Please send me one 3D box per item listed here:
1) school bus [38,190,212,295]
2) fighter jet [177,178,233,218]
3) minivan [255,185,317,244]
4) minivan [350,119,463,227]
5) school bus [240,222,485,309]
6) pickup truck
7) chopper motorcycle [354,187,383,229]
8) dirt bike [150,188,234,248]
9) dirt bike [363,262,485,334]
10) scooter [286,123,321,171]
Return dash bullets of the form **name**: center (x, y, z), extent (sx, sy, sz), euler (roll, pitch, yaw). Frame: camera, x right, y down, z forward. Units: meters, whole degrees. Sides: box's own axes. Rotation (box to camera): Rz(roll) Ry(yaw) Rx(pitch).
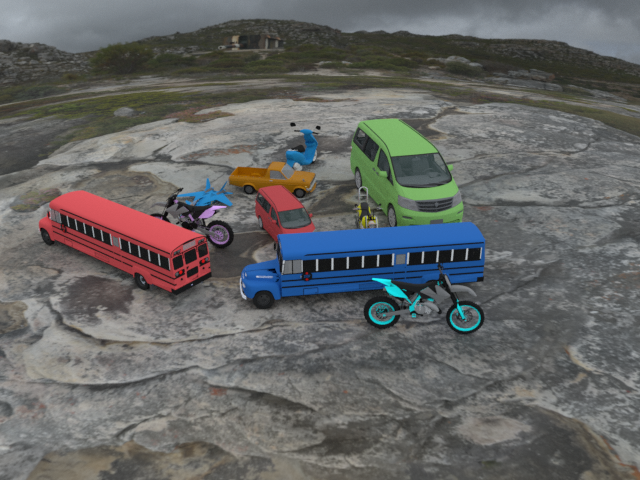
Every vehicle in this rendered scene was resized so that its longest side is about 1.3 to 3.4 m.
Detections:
- **school bus**: center (-3.016, -0.046, 10.324), extent (3.322, 0.844, 0.709), euler (19, 31, 33)
- **fighter jet**: center (-2.123, -0.726, 12.380), extent (1.147, 0.286, 1.358), euler (10, 27, 20)
- **minivan**: center (-0.548, -0.346, 11.211), extent (0.681, 0.616, 1.548), euler (-11, 28, -21)
- **minivan**: center (1.463, -1.186, 12.288), extent (1.324, 1.197, 3.011), euler (-7, 26, -13)
- **school bus**: center (0.563, 0.313, 9.579), extent (3.322, 0.844, 0.709), euler (-4, 26, -8)
- **pickup truck**: center (-0.876, -1.164, 13.032), extent (1.603, 0.511, 0.640), euler (5, 26, 10)
- **chopper motorcycle**: center (0.746, -0.213, 10.767), extent (0.466, 0.761, 1.563), euler (-2, 26, -4)
- **dirt bike**: center (-2.058, -0.318, 10.875), extent (1.493, 0.857, 0.527), euler (6, 26, 12)
- **dirt bike**: center (1.288, 0.757, 8.641), extent (1.493, 0.857, 0.527), euler (3, 26, 7)
- **scooter**: center (-0.350, -1.811, 13.907), extent (0.662, 0.919, 1.399), euler (10, 28, 20)
